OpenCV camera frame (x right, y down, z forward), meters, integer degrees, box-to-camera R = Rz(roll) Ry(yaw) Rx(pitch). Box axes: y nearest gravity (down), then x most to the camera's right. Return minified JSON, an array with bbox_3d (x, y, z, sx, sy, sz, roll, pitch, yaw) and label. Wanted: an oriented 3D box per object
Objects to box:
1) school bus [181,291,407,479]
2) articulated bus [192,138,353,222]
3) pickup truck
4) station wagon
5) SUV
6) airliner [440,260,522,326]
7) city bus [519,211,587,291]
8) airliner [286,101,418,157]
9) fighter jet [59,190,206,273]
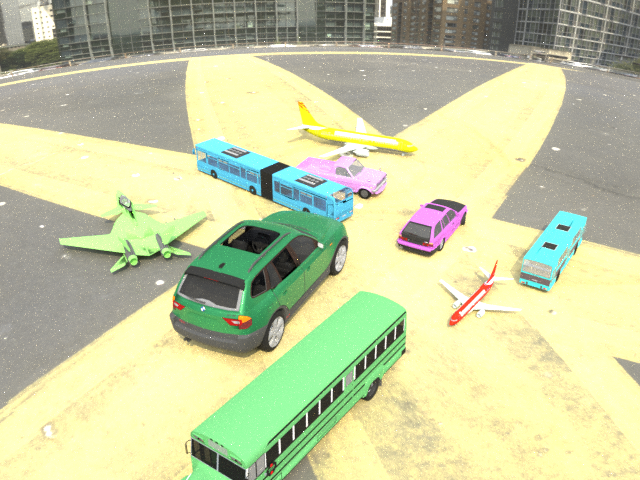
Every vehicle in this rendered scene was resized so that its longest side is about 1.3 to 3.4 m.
[{"bbox_3d":[-0.239,1.641,6.938,0.709,0.844,3.322,19,35,30],"label":"school bus"},{"bbox_3d":[-0.882,-1.059,12.016,3.401,0.561,0.605,24,37,35],"label":"articulated bus"},{"bbox_3d":[0.365,-1.173,12.269,1.603,0.511,0.640,13,32,22],"label":"pickup truck"},{"bbox_3d":[1.770,-0.306,10.769,0.682,0.473,1.597,16,33,26],"label":"station wagon"},{"bbox_3d":[-0.675,0.290,9.045,1.276,1.128,3.058,13,32,22],"label":"SUV"},{"bbox_3d":[2.004,0.690,9.046,1.161,0.429,1.307,21,35,32],"label":"airliner"},{"bbox_3d":[3.339,0.150,9.975,0.476,0.460,1.674,18,34,28],"label":"city bus"},{"bbox_3d":[0.697,-2.167,13.702,2.541,0.835,2.257,11,31,19],"label":"airliner"},{"bbox_3d":[-2.929,-0.414,10.875,2.229,0.557,2.640,-13,32,-21],"label":"fighter jet"}]
